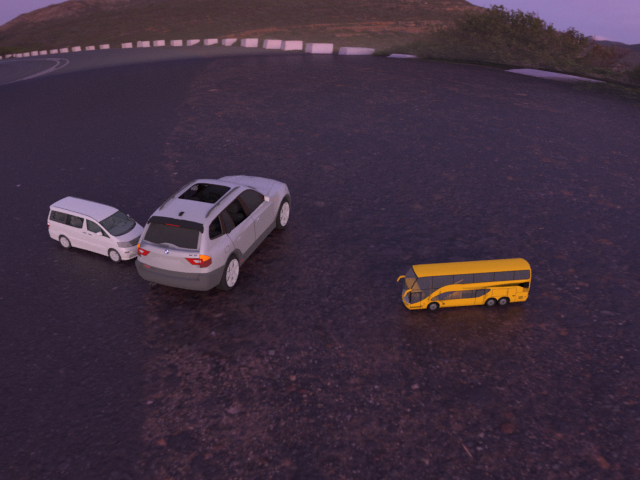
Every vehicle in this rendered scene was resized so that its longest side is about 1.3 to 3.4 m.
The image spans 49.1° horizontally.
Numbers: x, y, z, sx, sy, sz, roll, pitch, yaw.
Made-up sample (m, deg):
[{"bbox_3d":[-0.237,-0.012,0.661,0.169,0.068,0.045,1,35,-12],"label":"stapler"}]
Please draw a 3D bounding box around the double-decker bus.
[{"bbox_3d":[1.848,0.569,8.977,1.672,0.541,0.389,-3,28,-6],"label":"double-decker bus"}]

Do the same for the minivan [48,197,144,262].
[{"bbox_3d":[-3.252,-0.175,10.289,1.548,0.616,0.681,13,31,23],"label":"minivan"}]

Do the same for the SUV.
[{"bbox_3d":[-1.433,-0.333,10.040,1.276,1.128,3.058,9,30,17],"label":"SUV"}]
